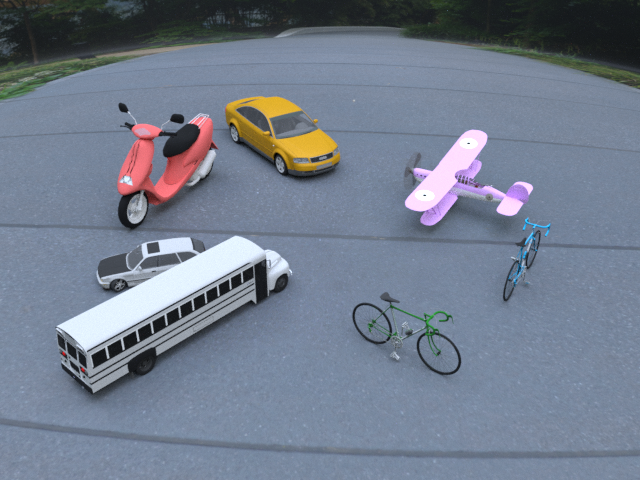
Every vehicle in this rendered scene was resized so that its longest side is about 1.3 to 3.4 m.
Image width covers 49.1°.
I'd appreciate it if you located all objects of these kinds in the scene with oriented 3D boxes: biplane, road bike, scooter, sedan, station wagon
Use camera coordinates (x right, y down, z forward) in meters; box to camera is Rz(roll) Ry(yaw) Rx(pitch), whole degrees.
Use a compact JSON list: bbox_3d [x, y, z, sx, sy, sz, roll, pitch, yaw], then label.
[{"bbox_3d":[2.399,-0.869,11.620,2.120,0.981,2.598,19,36,28],"label":"biplane"},{"bbox_3d":[2.892,0.243,9.919,0.358,0.852,1.545,18,36,27],"label":"road bike"},{"bbox_3d":[1.033,1.095,8.521,1.545,0.852,0.358,21,37,31],"label":"road bike"},{"bbox_3d":[-2.575,-1.476,11.843,1.288,1.786,2.721,14,34,22],"label":"scooter"},{"bbox_3d":[-0.786,-2.191,13.829,1.235,0.940,3.137,-19,36,-28],"label":"sedan"},{"bbox_3d":[-2.431,0.312,10.170,1.597,0.473,0.682,-8,32,-14],"label":"station wagon"}]

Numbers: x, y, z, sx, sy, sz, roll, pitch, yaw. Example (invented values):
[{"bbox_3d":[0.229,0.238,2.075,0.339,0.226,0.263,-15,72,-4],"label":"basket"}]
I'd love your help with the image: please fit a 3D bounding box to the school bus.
[{"bbox_3d":[-1.703,0.788,9.032,0.709,0.844,3.322,26,40,35],"label":"school bus"}]
